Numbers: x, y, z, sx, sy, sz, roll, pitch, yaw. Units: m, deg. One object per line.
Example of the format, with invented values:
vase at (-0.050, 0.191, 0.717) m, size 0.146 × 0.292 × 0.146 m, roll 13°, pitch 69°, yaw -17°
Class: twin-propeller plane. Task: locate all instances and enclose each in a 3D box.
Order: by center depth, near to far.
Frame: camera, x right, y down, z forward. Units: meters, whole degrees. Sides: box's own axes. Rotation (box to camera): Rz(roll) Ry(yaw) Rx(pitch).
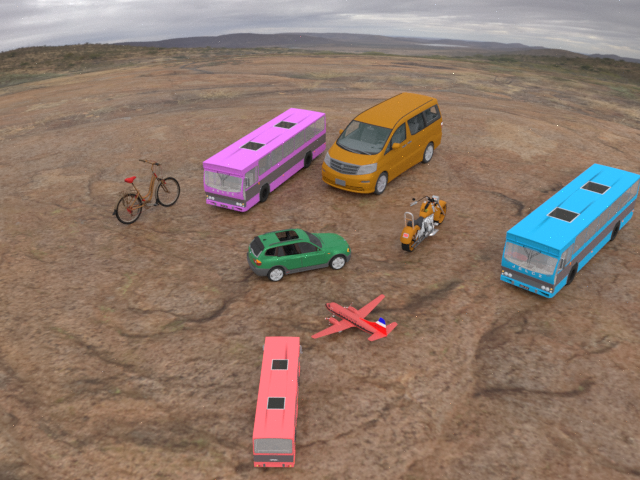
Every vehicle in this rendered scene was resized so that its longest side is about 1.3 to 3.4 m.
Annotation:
twin-propeller plane at (0.459, 1.000, 9.137) m, size 1.370 × 0.407 × 1.095 m, roll -26°, pitch 38°, yaw -38°

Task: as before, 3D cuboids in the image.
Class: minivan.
minivan at (1.244, -1.906, 13.536) m, size 1.324 × 1.197 × 3.011 m, roll 19°, pitch 34°, yaw 31°

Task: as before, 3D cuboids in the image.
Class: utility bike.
utility bike at (-2.998, -0.869, 11.934) m, size 0.535 × 0.946 × 1.435 m, roll 22°, pitch 36°, yaw 34°

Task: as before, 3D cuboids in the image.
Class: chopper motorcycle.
chopper motorcycle at (1.698, -0.375, 11.238) m, size 0.466 × 0.761 × 1.563 m, roll 16°, pitch 33°, yaw 27°

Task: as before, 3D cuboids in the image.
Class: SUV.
SUV at (-0.310, 0.145, 10.491) m, size 1.572 × 0.580 × 0.656 m, roll -10°, pitch 31°, yaw -17°

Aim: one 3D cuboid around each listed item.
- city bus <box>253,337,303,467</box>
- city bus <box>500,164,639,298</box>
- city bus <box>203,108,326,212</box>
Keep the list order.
city bus at (-0.455, 1.754, 7.731) m, size 0.476 × 0.460 × 1.674 m, roll 0°, pitch 29°, yaw 1°
city bus at (3.921, -0.200, 10.788) m, size 0.926 × 0.894 × 3.255 m, roll 22°, pitch 36°, yaw 34°
city bus at (-0.943, -1.554, 13.215) m, size 0.926 × 0.894 × 3.255 m, roll 13°, pitch 32°, yaw 23°
